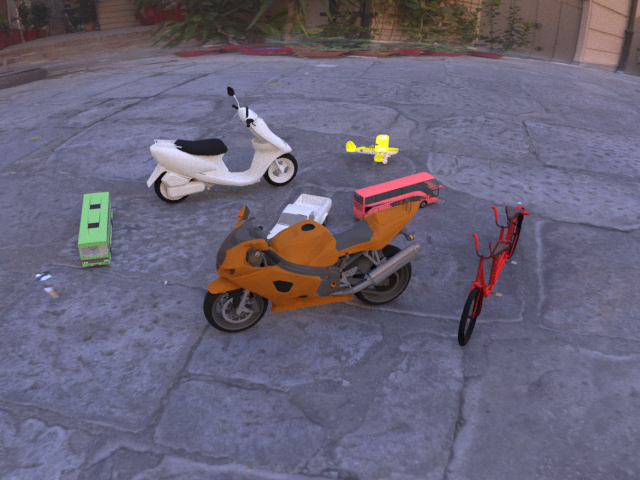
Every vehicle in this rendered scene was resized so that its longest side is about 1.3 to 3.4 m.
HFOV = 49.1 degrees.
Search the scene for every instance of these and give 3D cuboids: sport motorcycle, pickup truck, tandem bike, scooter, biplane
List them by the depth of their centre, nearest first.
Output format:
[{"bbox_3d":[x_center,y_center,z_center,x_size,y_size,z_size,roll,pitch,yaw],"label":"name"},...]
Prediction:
[{"bbox_3d":[-0.090,0.336,9.158,2.955,1.596,0.983,-10,32,-16],"label":"sport motorcycle"},{"bbox_3d":[2.447,0.192,9.661,0.550,1.326,3.192,15,34,23],"label":"tandem bike"},{"bbox_3d":[-0.322,-0.313,11.294,0.640,0.511,1.603,10,33,17],"label":"pickup truck"},{"bbox_3d":[-1.686,-1.593,12.187,2.721,1.786,1.288,-11,33,-17],"label":"scooter"},{"bbox_3d":[1.052,-1.774,13.733,1.090,0.504,1.336,3,31,5],"label":"biplane"}]

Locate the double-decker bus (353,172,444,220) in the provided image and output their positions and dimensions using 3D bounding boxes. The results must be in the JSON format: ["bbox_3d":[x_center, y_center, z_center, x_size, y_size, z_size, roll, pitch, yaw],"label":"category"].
[{"bbox_3d":[1.338,-0.747,11.987,1.672,0.541,0.389,-17,35,-26],"label":"double-decker bus"}]

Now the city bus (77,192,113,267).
[{"bbox_3d":[-3.548,-0.180,11.121,0.476,0.460,1.674,-7,32,-11],"label":"city bus"}]
